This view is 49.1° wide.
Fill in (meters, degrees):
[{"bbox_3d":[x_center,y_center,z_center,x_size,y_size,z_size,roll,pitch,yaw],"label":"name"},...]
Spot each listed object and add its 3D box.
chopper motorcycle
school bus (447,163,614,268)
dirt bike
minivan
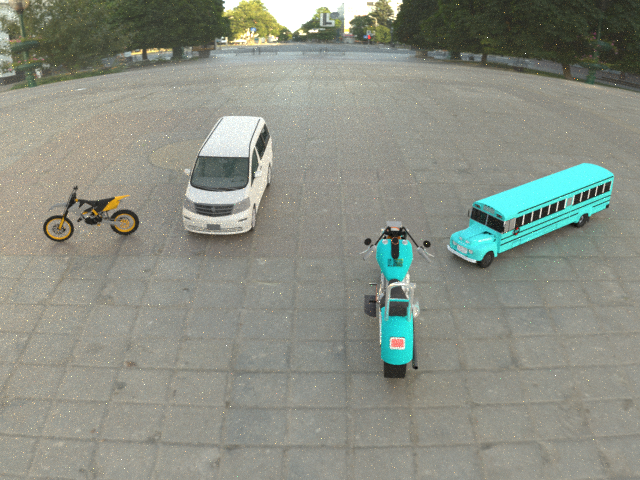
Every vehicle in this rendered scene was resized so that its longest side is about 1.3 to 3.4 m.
[{"bbox_3d":[0.955,0.458,8.983,0.906,1.480,3.040,2,28,3],"label":"chopper motorcycle"},{"bbox_3d":[3.448,-0.450,11.338,3.322,0.844,0.709,-19,34,-31],"label":"school bus"},{"bbox_3d":[-3.691,-0.401,11.234,1.493,0.857,0.527,-6,29,-12],"label":"dirt bike"},{"bbox_3d":[-1.576,-1.190,12.340,1.324,1.197,3.011,2,28,4],"label":"minivan"}]
